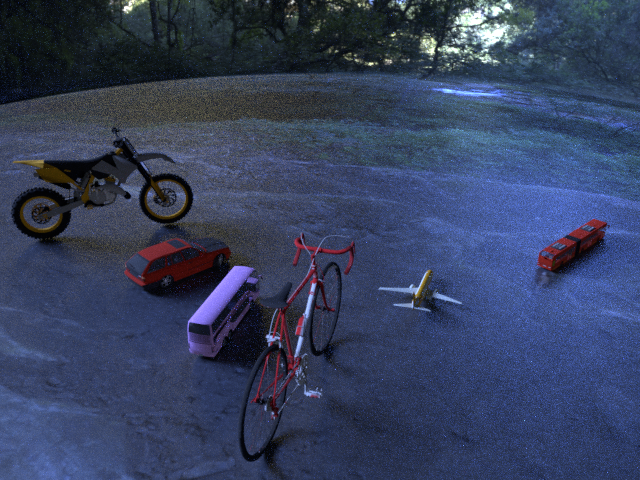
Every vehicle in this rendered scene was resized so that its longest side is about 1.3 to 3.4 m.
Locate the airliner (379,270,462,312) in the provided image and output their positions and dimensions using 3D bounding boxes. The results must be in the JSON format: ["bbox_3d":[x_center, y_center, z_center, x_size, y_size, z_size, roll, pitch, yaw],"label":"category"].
[{"bbox_3d":[1.427,0.623,9.759,1.161,0.429,1.307,9,28,18],"label":"airliner"}]

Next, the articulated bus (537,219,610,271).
[{"bbox_3d":[4.011,0.060,11.057,1.749,0.289,0.311,-23,34,-38],"label":"articulated bus"}]

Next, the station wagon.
[{"bbox_3d":[-2.094,0.253,10.458,1.597,0.473,0.682,-22,34,-37],"label":"station wagon"}]

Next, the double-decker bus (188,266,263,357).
[{"bbox_3d":[-1.213,0.876,9.122,0.389,0.541,1.672,7,27,14],"label":"double-decker bus"}]

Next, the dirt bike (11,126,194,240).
[{"bbox_3d":[-3.561,-0.903,11.450,2.903,1.666,1.024,-8,27,-15],"label":"dirt bike"}]

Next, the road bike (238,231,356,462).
[{"bbox_3d":[-0.238,1.001,7.612,0.696,1.656,3.004,9,28,17],"label":"road bike"}]
